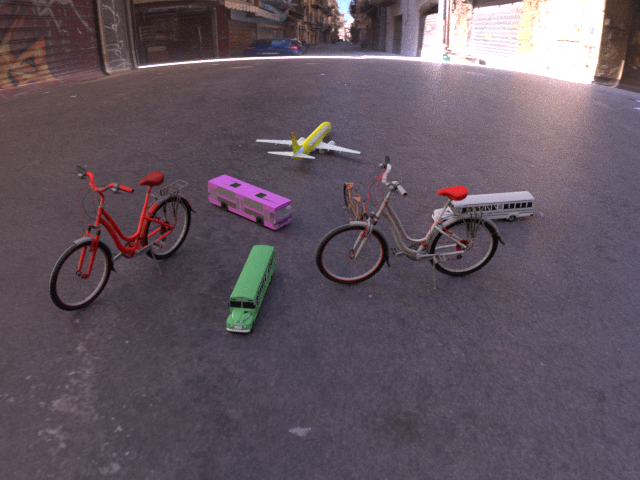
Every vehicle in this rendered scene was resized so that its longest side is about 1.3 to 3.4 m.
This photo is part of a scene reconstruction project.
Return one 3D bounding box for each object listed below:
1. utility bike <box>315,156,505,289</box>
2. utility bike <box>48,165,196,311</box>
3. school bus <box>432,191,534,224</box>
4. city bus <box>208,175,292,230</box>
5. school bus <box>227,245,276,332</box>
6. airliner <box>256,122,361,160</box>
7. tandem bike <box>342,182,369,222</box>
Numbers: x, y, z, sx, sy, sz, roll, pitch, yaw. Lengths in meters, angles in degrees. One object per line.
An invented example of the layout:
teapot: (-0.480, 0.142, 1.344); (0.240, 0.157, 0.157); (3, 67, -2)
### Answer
utility bike: (1.333, -0.146, 9.763); (2.791, 1.839, 1.039); (-4, 29, -7)
utility bike: (-2.655, -0.197, 9.855); (1.039, 1.839, 2.791); (17, 33, 28)
school bus: (2.772, -0.537, 11.926); (1.708, 0.434, 0.365); (-5, 29, -8)
city bus: (-1.228, -0.651, 12.107); (1.674, 0.460, 0.476); (23, 36, 35)
school bus: (-0.948, 0.662, 9.752); (0.365, 0.434, 1.708); (4, 29, 7)
airliner: (-0.173, -2.218, 14.562); (2.257, 0.835, 2.541); (9, 30, 16)
tandem bike: (0.615, -0.645, 11.866); (0.283, 0.682, 1.642); (-6, 29, -11)
